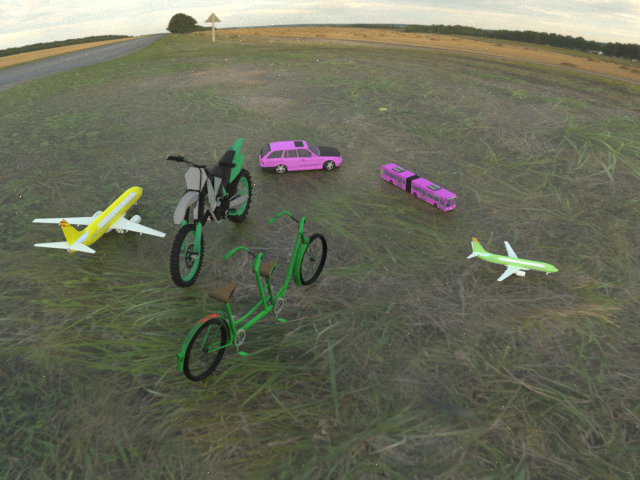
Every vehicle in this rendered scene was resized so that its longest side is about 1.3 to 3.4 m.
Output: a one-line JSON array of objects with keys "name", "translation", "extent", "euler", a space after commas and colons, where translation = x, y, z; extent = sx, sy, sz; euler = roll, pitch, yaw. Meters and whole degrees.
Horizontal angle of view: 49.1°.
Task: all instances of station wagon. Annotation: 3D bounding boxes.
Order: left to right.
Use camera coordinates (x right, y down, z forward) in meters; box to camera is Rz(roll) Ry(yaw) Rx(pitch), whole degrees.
[{"name": "station wagon", "translation": [-0.372, -1.646, 13.558], "extent": [1.597, 0.473, 0.682], "euler": [-4, 30, -8]}]

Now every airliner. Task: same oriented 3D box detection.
[{"name": "airliner", "translation": [-3.441, -0.492, 11.207], "extent": [2.257, 0.835, 2.541], "euler": [6, 31, 11]}, {"name": "airliner", "translation": [2.861, 0.243, 10.345], "extent": [1.307, 0.429, 1.161], "euler": [9, 31, 15]}]

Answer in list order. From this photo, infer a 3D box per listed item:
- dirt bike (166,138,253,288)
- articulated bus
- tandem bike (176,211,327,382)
[{"name": "dirt bike", "translation": [-1.588, -0.574, 10.520], "extent": [1.024, 1.666, 2.903], "euler": [8, 31, 13]}, {"name": "articulated bus", "translation": [1.745, -0.968, 12.573], "extent": [0.311, 0.289, 1.749], "euler": [-20, 36, -31]}, {"name": "tandem bike", "translation": [-0.749, 0.562, 8.901], "extent": [0.550, 1.326, 3.192], "euler": [17, 34, 27]}]
